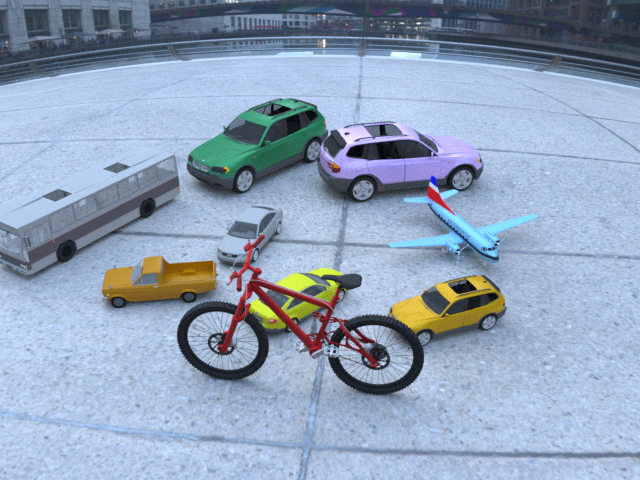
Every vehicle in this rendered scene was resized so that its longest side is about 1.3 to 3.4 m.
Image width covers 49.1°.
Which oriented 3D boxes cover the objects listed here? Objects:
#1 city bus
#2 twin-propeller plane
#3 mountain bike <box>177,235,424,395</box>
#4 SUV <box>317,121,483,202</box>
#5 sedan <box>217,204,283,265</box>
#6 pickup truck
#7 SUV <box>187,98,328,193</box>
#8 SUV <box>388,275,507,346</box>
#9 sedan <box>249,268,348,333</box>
[{"bbox_3d":[-3.693,-0.544,11.331,0.926,0.894,3.255,18,34,28],"label":"city bus"},{"bbox_3d":[2.202,-0.296,10.998,2.663,0.792,2.129,-11,31,-19],"label":"twin-propeller plane"},{"bbox_3d":[-0.250,0.975,7.858,2.857,1.688,1.114,4,30,7],"label":"mountain bike"},{"bbox_3d":[1.479,-1.544,12.851,3.058,1.128,1.276,-7,30,-12],"label":"SUV"},{"bbox_3d":[-1.095,-0.154,11.061,0.635,0.483,1.613,10,31,17],"label":"sedan"},{"bbox_3d":[-2.241,0.536,9.821,1.603,0.511,0.640,-4,30,-7],"label":"pickup truck"},{"bbox_3d":[-1.155,-1.911,13.495,1.276,1.128,3.058,23,37,35],"label":"SUV"},{"bbox_3d":[1.669,0.875,9.155,1.572,0.580,0.656,-11,31,-18],"label":"SUV"},{"bbox_3d":[-0.261,0.729,9.508,0.635,0.483,1.613,26,38,37],"label":"sedan"}]
